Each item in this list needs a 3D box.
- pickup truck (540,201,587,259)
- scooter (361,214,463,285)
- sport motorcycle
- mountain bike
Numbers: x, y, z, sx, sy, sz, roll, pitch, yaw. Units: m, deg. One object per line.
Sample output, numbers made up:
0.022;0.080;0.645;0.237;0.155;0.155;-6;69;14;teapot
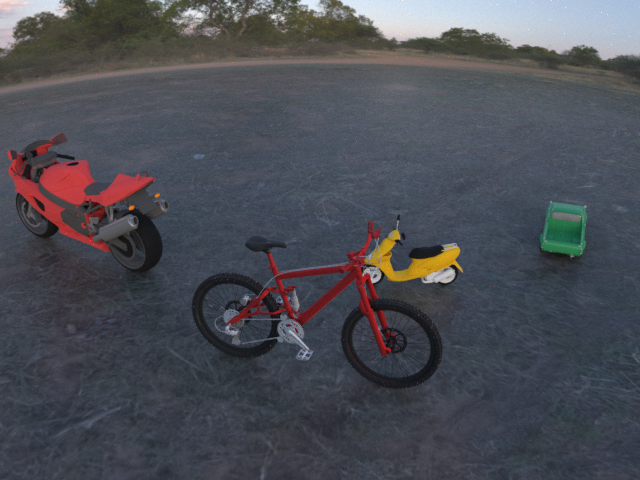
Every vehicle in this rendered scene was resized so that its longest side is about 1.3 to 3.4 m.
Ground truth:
3.715;-0.215;10.620;0.640;0.511;1.603;10;28;18;pickup truck
1.227;0.198;9.357;1.399;0.919;0.662;0;27;0;scooter
-3.408;-0.521;10.026;2.955;1.596;0.983;16;31;28;sport motorcycle
-0.097;0.716;7.490;2.857;1.688;1.114;8;28;16;mountain bike
